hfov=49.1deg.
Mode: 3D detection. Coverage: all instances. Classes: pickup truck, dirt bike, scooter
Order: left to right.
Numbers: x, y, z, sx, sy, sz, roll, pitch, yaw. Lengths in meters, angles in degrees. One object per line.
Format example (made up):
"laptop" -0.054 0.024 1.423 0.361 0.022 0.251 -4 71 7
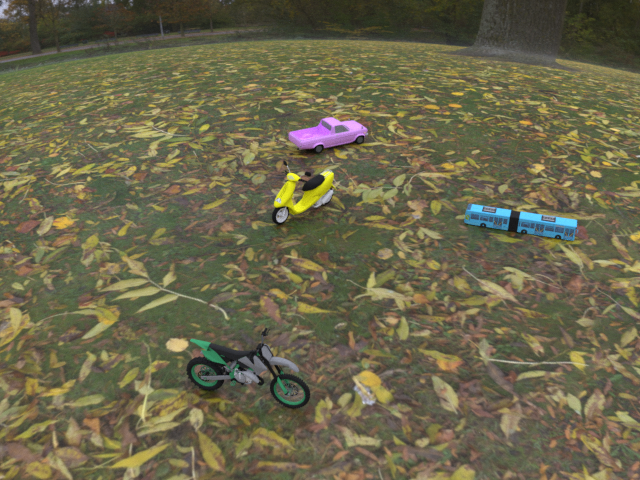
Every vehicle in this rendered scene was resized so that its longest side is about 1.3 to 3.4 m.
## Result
"dirt bike" -0.822 1.443 7.825 1.493 0.857 0.527 9 32 14
"scooter" -0.257 -0.848 11.591 1.399 0.919 0.662 -25 39 -36
"pickup truck" 0.175 -2.167 14.191 1.603 0.511 0.640 -16 34 -24

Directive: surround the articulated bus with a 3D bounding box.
"articulated bus" 3.227 -0.289 11.270 1.749 0.289 0.311 10 32 16
